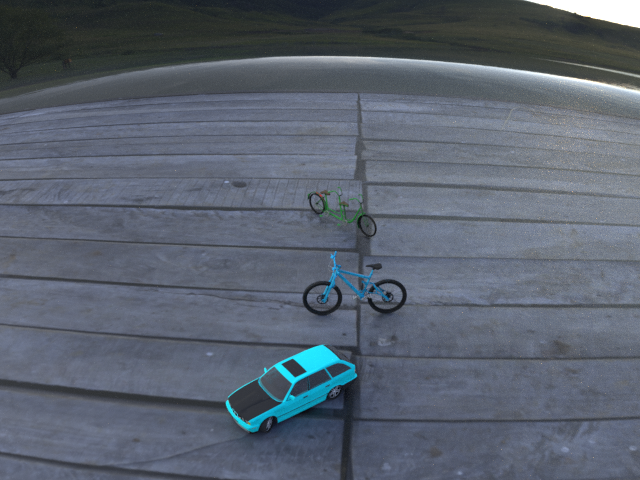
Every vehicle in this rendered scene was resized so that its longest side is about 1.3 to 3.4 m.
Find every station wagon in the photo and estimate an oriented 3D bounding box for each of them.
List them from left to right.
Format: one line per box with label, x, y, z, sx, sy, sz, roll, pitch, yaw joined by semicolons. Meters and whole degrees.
station wagon;-0.335;1.707;8.296;1.597;0.473;0.682;-19;35;-31

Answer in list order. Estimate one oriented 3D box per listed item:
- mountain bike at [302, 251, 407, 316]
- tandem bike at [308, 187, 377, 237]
mountain bike;0.488;0.667;9.738;1.469;0.868;0.573;-1;29;-3
tandem bike;0.364;-0.574;12.130;1.642;0.682;0.283;26;38;38
